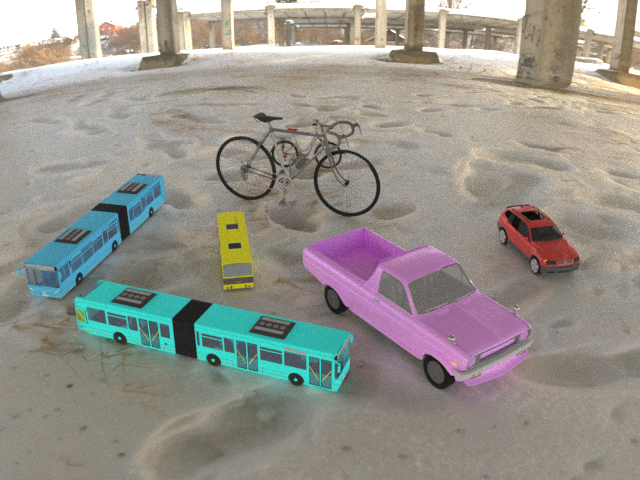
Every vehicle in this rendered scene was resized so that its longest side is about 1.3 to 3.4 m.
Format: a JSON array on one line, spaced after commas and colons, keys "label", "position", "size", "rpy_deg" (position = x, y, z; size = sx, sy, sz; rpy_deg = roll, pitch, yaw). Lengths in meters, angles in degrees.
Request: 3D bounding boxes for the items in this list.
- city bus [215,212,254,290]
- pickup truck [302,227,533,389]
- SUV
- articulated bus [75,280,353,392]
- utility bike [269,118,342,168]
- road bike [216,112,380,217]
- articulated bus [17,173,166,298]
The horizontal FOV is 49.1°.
[{"label": "city bus", "position": [-1.236, 0.143, 10.107], "size": [0.476, 0.460, 1.674], "rpy_deg": [-4, 27, -9]}, {"label": "pickup truck", "position": [1.074, 0.614, 8.577], "size": [1.244, 0.993, 3.117], "rpy_deg": [-18, 32, -31]}, {"label": "SUV", "position": [3.206, -0.038, 10.334], "size": [0.656, 0.580, 1.572], "rpy_deg": [-6, 27, -13]}, {"label": "articulated bus", "position": [-1.286, 1.075, 8.142], "size": [3.401, 0.561, 0.605], "rpy_deg": [9, 28, 18]}, {"label": "utility bike", "position": [-0.283, -1.868, 13.568], "size": [1.435, 0.946, 0.535], "rpy_deg": [3, 27, 5]}, {"label": "road bike", "position": [-0.425, -1.294, 11.635], "size": [3.004, 1.656, 0.696], "rpy_deg": [10, 28, 19]}, {"label": "articulated bus", "position": [-3.282, -0.179, 10.635], "size": [0.605, 0.561, 3.401], "rpy_deg": [6, 27, 12]}]
